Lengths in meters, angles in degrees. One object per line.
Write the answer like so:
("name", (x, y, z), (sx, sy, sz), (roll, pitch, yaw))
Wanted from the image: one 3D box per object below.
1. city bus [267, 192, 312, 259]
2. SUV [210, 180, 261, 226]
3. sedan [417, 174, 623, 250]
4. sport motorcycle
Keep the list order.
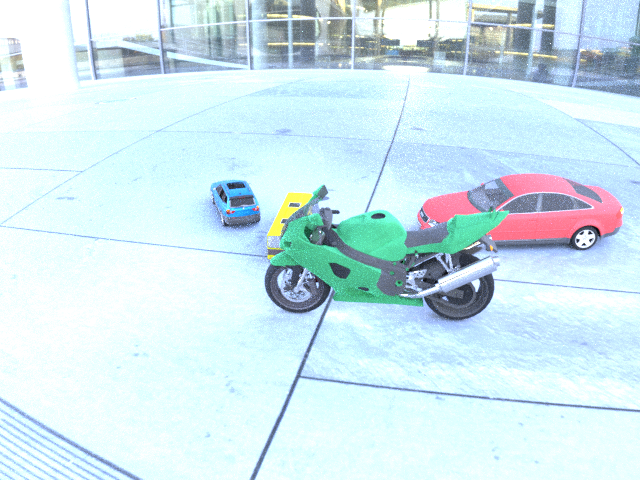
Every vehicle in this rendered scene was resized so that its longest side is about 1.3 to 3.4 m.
("city bus", (-0.445, -0.215, 10.897), (0.476, 0.460, 1.674), (4, 27, 7))
("SUV", (-1.439, -0.730, 11.805), (0.656, 0.580, 1.572), (-8, 27, -16))
("sedan", (3.093, -0.487, 10.908), (3.137, 0.940, 1.235), (-2, 26, -3))
("sport motorcycle", (0.766, 0.244, 8.686), (2.955, 1.596, 0.983), (2, 26, 3))
